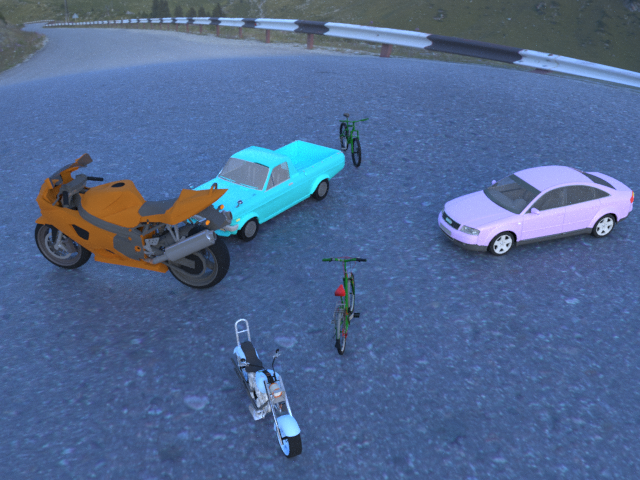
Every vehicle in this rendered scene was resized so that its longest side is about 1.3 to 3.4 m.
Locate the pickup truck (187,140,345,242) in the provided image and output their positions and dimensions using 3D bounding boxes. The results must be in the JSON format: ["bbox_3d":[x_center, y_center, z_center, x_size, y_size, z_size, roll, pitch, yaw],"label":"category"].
[{"bbox_3d":[-0.871,-1.001,11.570,1.244,0.993,3.117,19,33,31],"label":"pickup truck"}]

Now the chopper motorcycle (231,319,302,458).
[{"bbox_3d":[-0.557,1.484,7.143,0.466,0.761,1.563,-12,30,-22],"label":"chopper motorcycle"}]

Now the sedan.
[{"bbox_3d":[3.340,-0.564,10.805,3.137,0.940,1.235,-9,29,-17],"label":"sedan"}]

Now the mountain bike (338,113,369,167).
[{"bbox_3d":[0.582,-2.006,13.592,0.573,0.868,1.469,-6,29,-11],"label":"mountain bike"}]

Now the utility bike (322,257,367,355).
[{"bbox_3d":[0.260,0.704,8.414,0.535,0.946,1.435,4,28,8],"label":"utility bike"}]

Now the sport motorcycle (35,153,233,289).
[{"bbox_3d":[-2.575,-0.188,9.399,2.955,1.596,0.983,7,29,13],"label":"sport motorcycle"}]
